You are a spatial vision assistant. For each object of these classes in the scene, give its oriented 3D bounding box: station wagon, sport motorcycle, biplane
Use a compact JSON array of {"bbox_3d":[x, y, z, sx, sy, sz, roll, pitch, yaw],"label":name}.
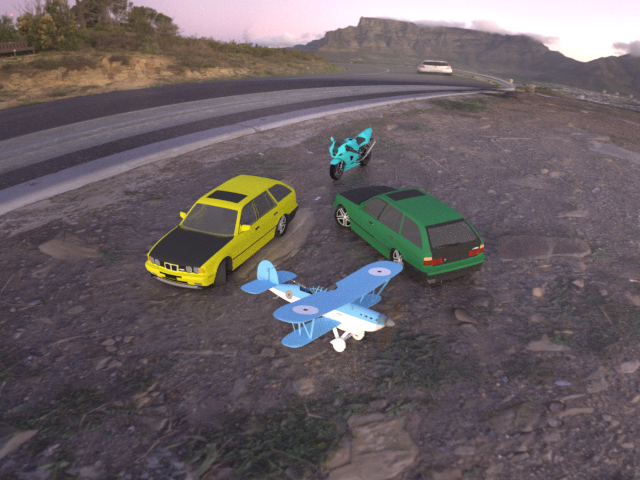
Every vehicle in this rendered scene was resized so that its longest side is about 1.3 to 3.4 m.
[{"bbox_3d":[1.333,-0.343,11.375,1.327,0.920,3.105,-12,28,-23],"label":"station wagon"},{"bbox_3d":[0.649,-1.803,14.528,0.506,0.821,1.520,17,30,31],"label":"sport motorcycle"},{"bbox_3d":[0.045,0.773,8.984,2.120,0.981,2.598,16,30,31],"label":"biplane"},{"bbox_3d":[-1.499,-0.259,11.201,1.327,0.920,3.105,11,28,22],"label":"station wagon"}]
